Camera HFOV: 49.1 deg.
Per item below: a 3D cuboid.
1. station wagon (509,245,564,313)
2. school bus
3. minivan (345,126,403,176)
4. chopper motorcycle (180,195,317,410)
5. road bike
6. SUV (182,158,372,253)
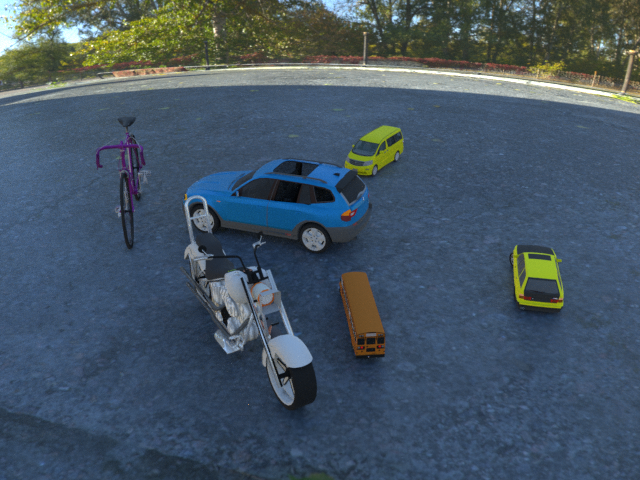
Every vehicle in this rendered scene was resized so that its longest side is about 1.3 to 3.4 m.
[{"bbox_3d":[2.994,0.420,9.652,0.682,0.473,1.597,5,27,11],"label":"station wagon"},{"bbox_3d":[0.504,0.867,8.817,0.365,0.434,1.708,-2,27,-5],"label":"school bus"},{"bbox_3d":[1.078,-1.764,13.795,0.681,0.616,1.548,16,31,29],"label":"minivan"},{"bbox_3d":[-0.903,0.633,8.123,0.906,1.480,3.040,-15,31,-27],"label":"chopper motorcycle"},{"bbox_3d":[-3.068,-1.068,11.276,0.696,1.656,3.004,-4,27,-9],"label":"road bike"},{"bbox_3d":[-0.704,-0.689,11.113,3.058,1.128,1.276,10,29,19],"label":"SUV"}]
